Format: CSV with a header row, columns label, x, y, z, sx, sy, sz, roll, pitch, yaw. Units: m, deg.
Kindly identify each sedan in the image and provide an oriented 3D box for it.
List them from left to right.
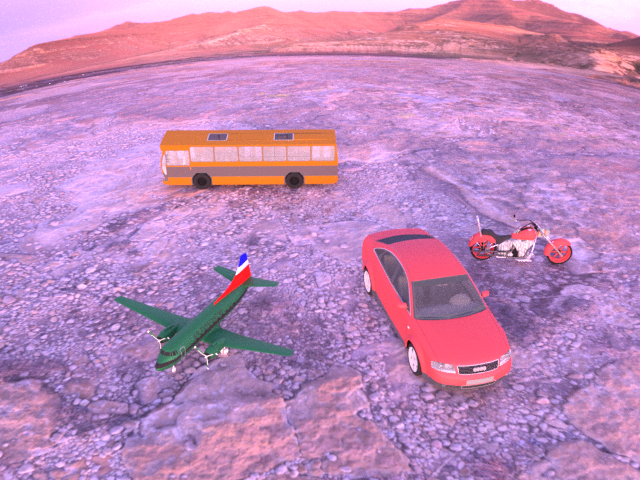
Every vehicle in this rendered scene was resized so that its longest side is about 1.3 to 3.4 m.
label,x,y,z,sx,sy,sz,roll,pitch,yaw
sedan,1.439,0.697,9.157,1.235,0.940,3.137,-7,30,-12

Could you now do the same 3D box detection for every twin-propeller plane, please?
label,x,y,z,sx,sy,sz,roll,pitch,yaw
twin-propeller plane,-1.431,0.923,8.905,2.663,0.792,2.129,14,32,23

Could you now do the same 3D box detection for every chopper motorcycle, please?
label,x,y,z,sx,sy,sz,roll,pitch,yaw
chopper motorcycle,3.046,-0.004,10.599,1.563,0.761,0.466,2,29,3

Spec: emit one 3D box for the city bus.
label,x,y,z,sx,sy,sz,roll,pitch,yaw
city bus,-1.298,-1.524,13.190,3.255,0.894,0.926,-1,29,-1
